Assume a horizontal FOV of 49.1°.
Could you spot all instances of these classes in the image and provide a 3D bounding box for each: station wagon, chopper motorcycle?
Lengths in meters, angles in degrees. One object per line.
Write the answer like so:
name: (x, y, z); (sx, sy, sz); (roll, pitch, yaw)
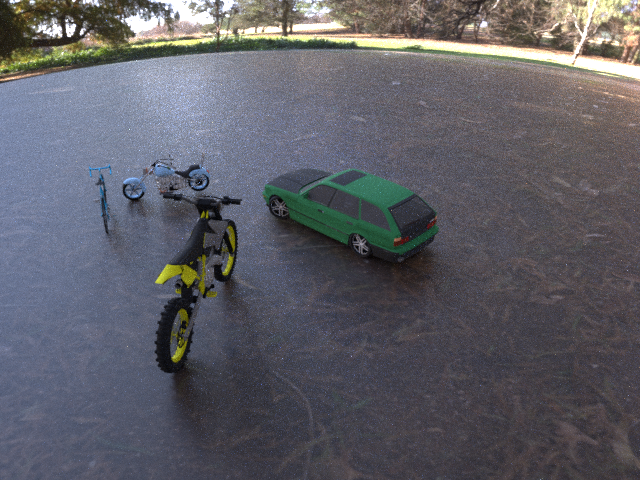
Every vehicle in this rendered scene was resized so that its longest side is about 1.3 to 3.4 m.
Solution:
station wagon: (0.406, -0.634, 11.456); (3.105, 0.920, 1.327); (25, 38, 37)
chopper motorcycle: (-2.750, -1.145, 12.511); (1.563, 0.761, 0.466); (-8, 31, -13)

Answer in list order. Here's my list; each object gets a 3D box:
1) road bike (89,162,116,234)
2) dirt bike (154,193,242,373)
road bike: (-3.627, -0.736, 11.705); (0.358, 0.852, 1.545); (-8, 31, -14)
dirt bike: (-1.560, 0.318, 9.037); (1.024, 1.666, 2.903); (5, 30, 9)
